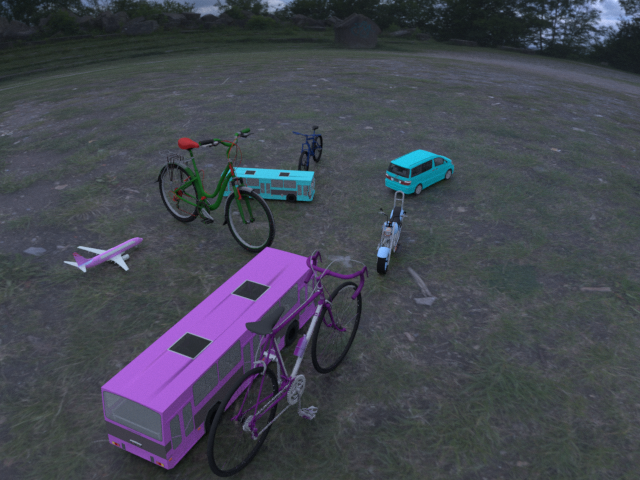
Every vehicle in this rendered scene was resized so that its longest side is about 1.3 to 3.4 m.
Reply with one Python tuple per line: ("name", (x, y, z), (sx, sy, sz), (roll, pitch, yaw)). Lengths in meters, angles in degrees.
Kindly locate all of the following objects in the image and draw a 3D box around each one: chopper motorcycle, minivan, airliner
("chopper motorcycle", (1.105, -0.131, 10.934), (0.466, 0.761, 1.563), (8, 30, 13))
("minivan", (1.918, -1.353, 13.233), (0.681, 0.616, 1.548), (26, 38, 37))
("airliner", (-3.252, 0.136, 10.799), (1.161, 0.429, 1.307), (20, 35, 31))

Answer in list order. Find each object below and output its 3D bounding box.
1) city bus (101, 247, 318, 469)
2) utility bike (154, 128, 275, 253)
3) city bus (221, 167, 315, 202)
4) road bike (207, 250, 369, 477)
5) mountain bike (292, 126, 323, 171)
("city bus", (-1.123, 1.264, 8.341), (0.926, 0.894, 3.255), (15, 33, 24))
("utility bike", (-1.704, -0.948, 11.280), (2.791, 1.839, 1.039), (22, 36, 33))
("city bus", (-0.945, -1.003, 12.774), (1.674, 0.460, 0.476), (4, 30, 7))
("road bike", (-0.271, 1.229, 7.631), (0.696, 1.656, 3.004), (17, 34, 27))
("mountain bike", (-0.182, -1.782, 13.733), (0.573, 0.868, 1.469), (8, 31, 15))
